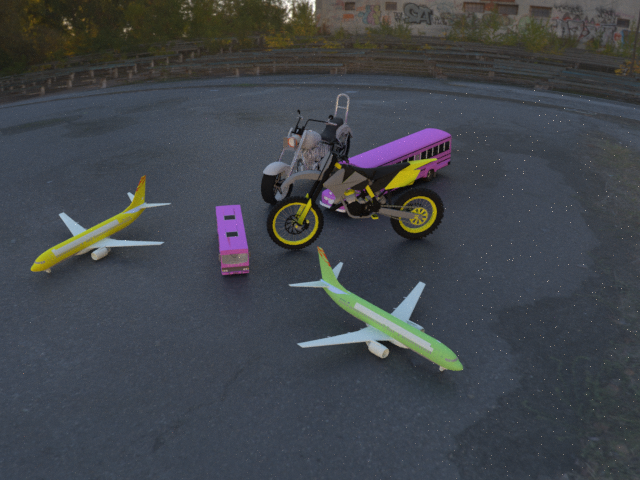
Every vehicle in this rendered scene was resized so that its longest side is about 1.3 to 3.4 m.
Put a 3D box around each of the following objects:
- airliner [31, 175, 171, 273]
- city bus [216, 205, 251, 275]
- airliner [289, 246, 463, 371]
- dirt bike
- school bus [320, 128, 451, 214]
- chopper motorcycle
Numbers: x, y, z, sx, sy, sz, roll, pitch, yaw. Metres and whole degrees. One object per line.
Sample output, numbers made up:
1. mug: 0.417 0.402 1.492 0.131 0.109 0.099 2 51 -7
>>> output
1. airliner: -3.560 -0.255 11.055 2.257 0.835 2.541 14 30 27
2. city bus: -1.387 -0.013 10.986 0.476 0.460 1.674 -4 26 -9
3. airliner: 0.787 0.858 8.784 2.257 0.835 2.541 -22 34 -37
4. dirt bike: 0.592 -0.672 10.960 2.903 1.666 1.024 -5 27 -10
5. school bus: 1.297 -1.327 13.230 0.709 0.844 3.322 22 34 37
6. chopper motorcycle: -0.203 -1.775 13.423 0.906 1.480 3.040 14 29 27
